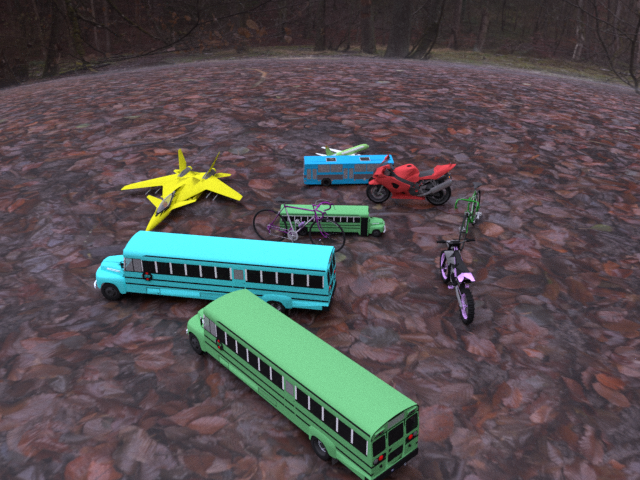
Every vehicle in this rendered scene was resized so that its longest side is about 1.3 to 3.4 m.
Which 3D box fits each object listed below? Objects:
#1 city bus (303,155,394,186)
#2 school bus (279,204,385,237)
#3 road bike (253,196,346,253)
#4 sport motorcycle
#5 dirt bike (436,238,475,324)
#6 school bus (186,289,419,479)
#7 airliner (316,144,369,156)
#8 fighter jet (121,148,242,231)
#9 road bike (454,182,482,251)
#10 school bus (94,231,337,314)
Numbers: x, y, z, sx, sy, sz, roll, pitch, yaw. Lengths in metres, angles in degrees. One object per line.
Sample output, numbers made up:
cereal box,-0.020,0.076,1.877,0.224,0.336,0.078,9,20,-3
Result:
city bus,0.528,-1.299,13.122,1.674,0.460,0.476,-1,28,-2
school bus,0.205,-0.323,11.330,1.708,0.434,0.365,1,28,2
road bike,-0.337,-0.250,10.752,1.545,0.852,0.358,10,30,18
sport motorcycle,1.568,-1.004,12.190,1.520,0.821,0.506,2,28,3
dirt bike,1.841,0.447,9.445,0.527,0.857,1.493,-3,28,-5
school bus,-0.374,1.400,7.683,0.709,0.844,3.322,-23,36,-36
airliner,0.551,-1.859,14.199,1.307,0.429,1.161,-25,37,-38
fighter jet,-2.510,-0.861,12.203,2.229,0.557,2.640,6,29,10
road bike,2.392,-0.438,11.101,0.358,0.852,1.545,11,30,20
school bus,-1.457,0.423,9.505,3.322,0.844,0.709,5,29,8
